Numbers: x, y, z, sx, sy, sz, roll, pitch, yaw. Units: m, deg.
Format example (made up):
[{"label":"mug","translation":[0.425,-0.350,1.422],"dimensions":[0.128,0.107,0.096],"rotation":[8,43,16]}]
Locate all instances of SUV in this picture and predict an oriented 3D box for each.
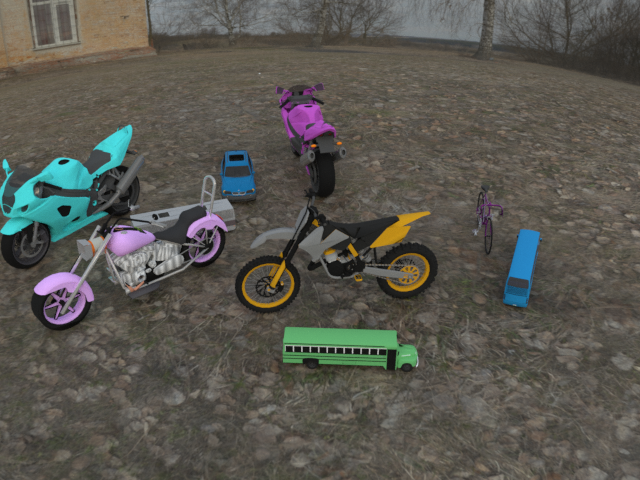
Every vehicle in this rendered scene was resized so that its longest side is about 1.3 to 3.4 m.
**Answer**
[{"label":"SUV","translation":[-1.561,-1.232,13.254],"dimensions":[0.656,0.580,1.572],"rotation":[-4,30,-7]}]

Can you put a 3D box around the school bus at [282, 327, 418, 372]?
[{"label":"school bus","translation":[0.387,1.369,8.836],"dimensions":[1.708,0.434,0.365],"rotation":[2,30,3]}]

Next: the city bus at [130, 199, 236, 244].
[{"label":"city bus","translation":[-2.277,-0.269,11.685],"dimensions":[1.674,0.460,0.476],"rotation":[-12,32,-19]}]

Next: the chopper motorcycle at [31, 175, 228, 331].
[{"label":"chopper motorcycle","translation":[-2.636,0.137,9.943],"dimensions":[3.040,1.480,0.906],"rotation":[-24,37,-35]}]

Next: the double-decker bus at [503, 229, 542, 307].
[{"label":"double-decker bus","translation":[3.040,0.375,10.474],"dimensions":[0.389,0.541,1.672],"rotation":[10,31,18]}]

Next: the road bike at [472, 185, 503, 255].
[{"label":"road bike","translation":[2.724,-0.409,11.535],"dimensions":[0.358,0.852,1.545],"rotation":[2,30,3]}]

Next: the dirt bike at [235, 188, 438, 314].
[{"label":"dirt bike","translation":[0.264,0.213,9.620],"dimensions":[2.903,1.666,1.024],"rotation":[-5,30,-10]}]

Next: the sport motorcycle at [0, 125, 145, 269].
[{"label":"sport motorcycle","translation":[-4.008,-0.748,11.379],"dimensions":[0.983,1.596,2.955],"rotation":[15,33,25]}]

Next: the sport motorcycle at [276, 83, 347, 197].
[{"label":"sport motorcycle","translation":[-0.209,-2.009,13.593],"dimensions":[0.983,1.596,2.955],"rotation":[-7,31,-13]}]
